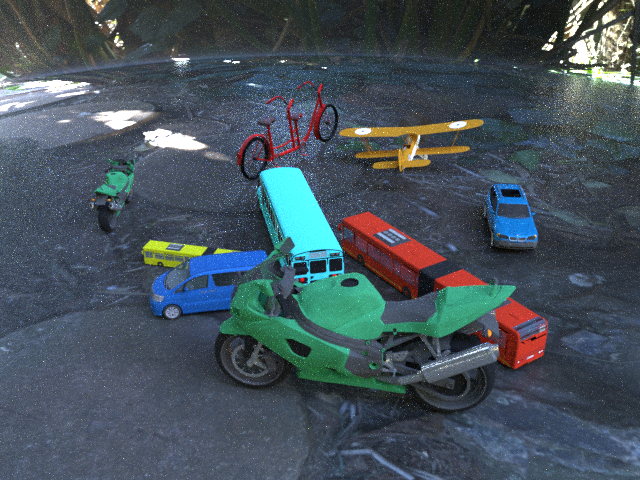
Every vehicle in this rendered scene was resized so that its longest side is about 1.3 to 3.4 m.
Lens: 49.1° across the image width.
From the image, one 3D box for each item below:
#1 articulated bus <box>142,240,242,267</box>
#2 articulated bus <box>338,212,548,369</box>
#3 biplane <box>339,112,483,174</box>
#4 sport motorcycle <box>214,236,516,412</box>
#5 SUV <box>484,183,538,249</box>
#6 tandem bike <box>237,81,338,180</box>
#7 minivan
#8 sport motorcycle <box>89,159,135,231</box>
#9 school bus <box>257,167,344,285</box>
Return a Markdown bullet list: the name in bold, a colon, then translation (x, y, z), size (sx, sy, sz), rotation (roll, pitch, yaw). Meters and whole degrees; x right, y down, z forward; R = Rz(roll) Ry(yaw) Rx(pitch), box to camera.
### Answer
- **articulated bus**: translation (-1.609, 0.264, 9.685), size (1.749, 0.289, 0.311), rotation (7, 28, 12)
- **articulated bus**: translation (1.403, 0.509, 8.927), size (0.605, 0.561, 3.401), rotation (-17, 32, -29)
- **biplane**: translation (1.544, -1.647, 12.574), size (2.598, 0.981, 2.120), rotation (7, 28, 13)
- **sport motorcycle**: translation (0.349, 0.938, 6.998), size (2.955, 1.596, 0.983), rotation (5, 28, 9)
- **SUV**: translation (2.880, -0.385, 10.605), size (0.656, 0.580, 1.572), rotation (3, 28, 5)
- **tandem bike**: translation (-0.531, -2.127, 13.117), size (0.550, 1.326, 3.192), rotation (17, 32, 30)
- **minivan**: translation (-1.369, 0.538, 8.812), size (1.548, 0.616, 0.681), rotation (-5, 28, -9)
- **sport motorcycle**: translation (-3.227, -0.750, 11.040), size (0.506, 0.821, 1.520), rotation (1, 28, 2)
- **school bus**: translation (-0.376, -0.247, 10.060), size (0.709, 0.844, 3.322), rotation (-6, 28, -11)
